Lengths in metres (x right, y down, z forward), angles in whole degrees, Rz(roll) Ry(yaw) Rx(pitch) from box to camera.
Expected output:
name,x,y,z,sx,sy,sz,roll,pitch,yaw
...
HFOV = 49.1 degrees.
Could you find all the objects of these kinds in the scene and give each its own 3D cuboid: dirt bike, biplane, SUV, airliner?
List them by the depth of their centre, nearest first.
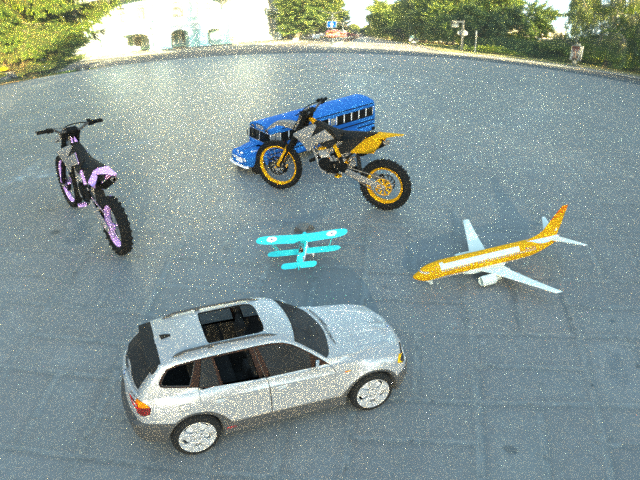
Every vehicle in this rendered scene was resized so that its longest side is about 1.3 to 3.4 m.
name,x,y,z,sx,sy,sz,roll,pitch,yaw
SUV,-0.572,1.245,7.486,3.058,1.128,1.276,-10,30,-17
airliner,2.454,0.076,9.919,2.541,0.835,2.257,-11,31,-19
biplane,-0.283,0.150,10.127,1.336,0.504,1.090,2,29,4
dirt bike,-3.637,-0.928,10.883,1.024,1.666,2.903,-20,34,-32
dirt bike,0.171,-1.446,11.826,2.903,1.666,1.024,12,31,21

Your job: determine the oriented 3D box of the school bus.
name,x,y,z,sx,sy,sz,roll,pitch,yaw
school bus,-0.304,-2.162,13.983,3.322,0.844,0.709,-23,36,-35
